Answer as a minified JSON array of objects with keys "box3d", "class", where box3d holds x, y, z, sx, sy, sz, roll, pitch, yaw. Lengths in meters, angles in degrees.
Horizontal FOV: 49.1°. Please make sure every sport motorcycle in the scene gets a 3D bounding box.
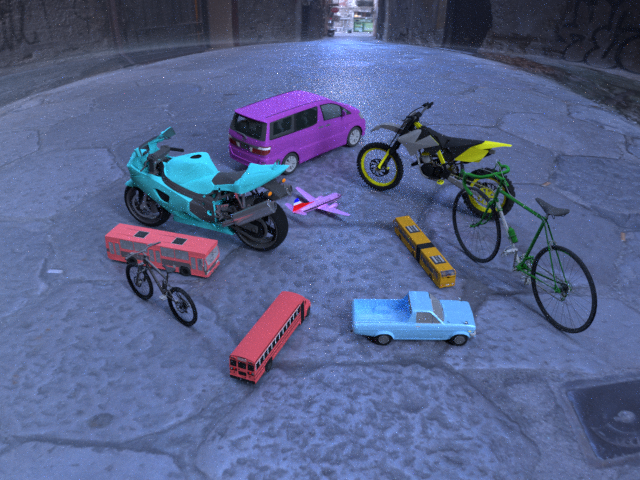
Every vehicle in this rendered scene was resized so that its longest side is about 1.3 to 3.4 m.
[{"box3d":[-1.811,-0.735,10.820,2.955,1.596,0.983,11,33,18],"class":"sport motorcycle"}]

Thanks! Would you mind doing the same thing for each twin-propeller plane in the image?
[{"box3d":[-0.040,-0.661,11.860,1.095,0.407,1.370,-24,38,-34],"class":"twin-propeller plane"}]

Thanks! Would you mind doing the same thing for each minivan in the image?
[{"box3d":[-0.369,-2.267,13.787,1.324,1.197,3.011,26,39,36],"class":"minivan"}]

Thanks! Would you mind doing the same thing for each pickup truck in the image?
[{"box3d":[1.192,0.975,9.007,1.603,0.511,0.640,0,31,1],"class":"pickup truck"}]

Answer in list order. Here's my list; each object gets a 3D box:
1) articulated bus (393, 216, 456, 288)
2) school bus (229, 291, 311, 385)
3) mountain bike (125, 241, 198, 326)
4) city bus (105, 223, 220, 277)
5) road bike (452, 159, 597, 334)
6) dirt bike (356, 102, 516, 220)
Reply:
[{"box3d":[1.561,0.148,10.615,0.311,0.289,1.749,-9,32,-14],"class":"articulated bus"},{"box3d":[-0.579,1.137,8.809,0.365,0.434,1.708,12,33,19],"class":"school bus"},{"box3d":[-2.142,0.584,9.315,1.469,0.868,0.573,24,38,34],"class":"mountain bike"},{"box3d":[-2.343,0.166,10.417,1.674,0.460,0.476,9,32,16],"class":"city bus"},{"box3d":[2.703,-0.009,9.541,0.697,1.656,3.004,-14,33,-22],"class":"road bike"},{"box3d":[1.905,-1.345,11.778,2.903,1.666,1.024,17,35,26],"class":"dirt bike"}]
